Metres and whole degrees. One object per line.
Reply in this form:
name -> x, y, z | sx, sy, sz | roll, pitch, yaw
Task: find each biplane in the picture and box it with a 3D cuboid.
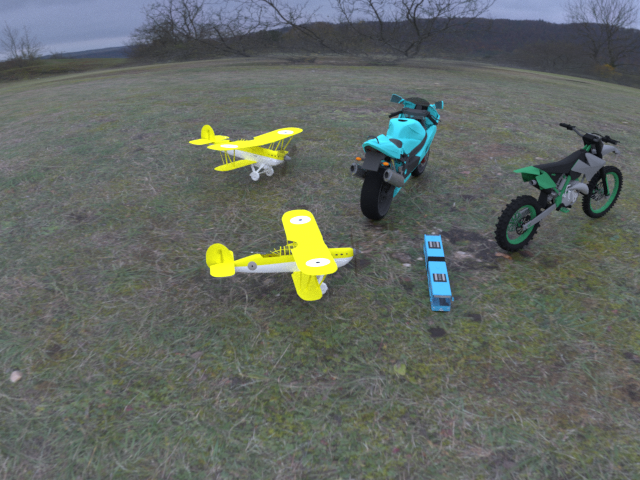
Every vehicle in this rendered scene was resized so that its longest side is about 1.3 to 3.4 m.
biplane -> -1.407, -1.718, 13.224 | 2.120, 0.981, 2.598 | 17, 33, 28
biplane -> -0.485, 0.253, 9.596 | 2.120, 0.981, 2.598 | -4, 29, -8

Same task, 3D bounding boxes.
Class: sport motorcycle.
sport motorcycle -> 1.384, -1.494, 12.167 | 0.983, 1.596, 2.955 | 13, 31, 23

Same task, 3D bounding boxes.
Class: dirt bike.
dirt bike -> 3.831, -0.852, 10.911 | 2.903, 1.666, 1.024 | -18, 33, -29

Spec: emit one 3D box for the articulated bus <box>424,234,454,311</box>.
articulated bus -> 1.659, 0.433, 9.989 | 0.311, 0.289, 1.749 | 2, 29, 3
